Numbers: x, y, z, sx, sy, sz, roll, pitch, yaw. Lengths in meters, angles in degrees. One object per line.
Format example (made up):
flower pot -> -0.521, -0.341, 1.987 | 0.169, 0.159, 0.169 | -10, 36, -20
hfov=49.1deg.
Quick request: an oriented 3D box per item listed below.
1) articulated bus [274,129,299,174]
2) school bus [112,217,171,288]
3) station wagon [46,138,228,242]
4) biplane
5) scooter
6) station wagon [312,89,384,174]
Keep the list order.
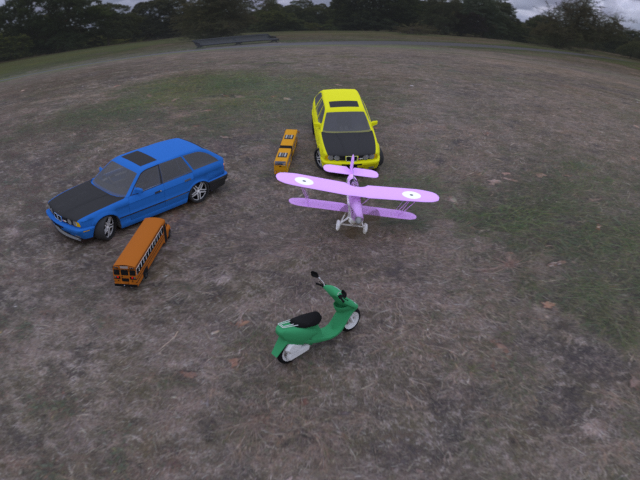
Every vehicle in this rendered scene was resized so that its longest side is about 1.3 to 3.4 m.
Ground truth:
articulated bus -> -0.665, -1.772, 13.948 | 0.311, 0.289, 1.749 | 3, 30, 5
school bus -> -2.647, 0.119, 10.553 | 0.365, 0.434, 1.708 | 3, 30, 5
station wagon -> -3.088, -0.962, 11.927 | 1.327, 0.920, 3.105 | 26, 39, 36
biplane -> 0.601, -0.757, 11.515 | 2.598, 0.981, 2.120 | -1, 30, -1
scooter -> -0.017, 0.949, 8.646 | 1.399, 0.919, 0.662 | -23, 37, -34
station wagon -> 0.483, -2.314, 14.251 | 1.327, 0.920, 3.105 | -2, 30, -4
